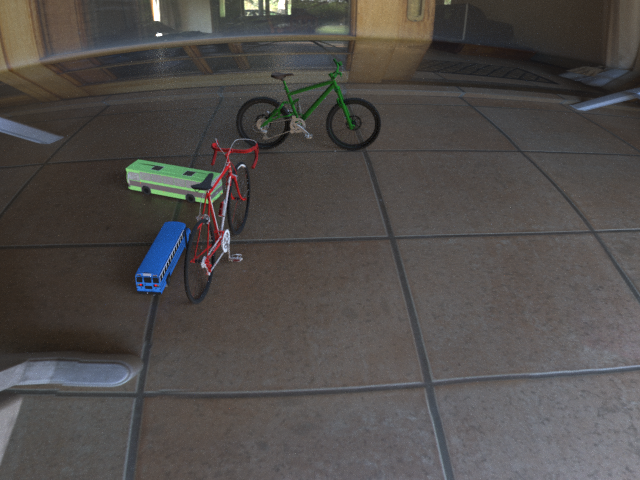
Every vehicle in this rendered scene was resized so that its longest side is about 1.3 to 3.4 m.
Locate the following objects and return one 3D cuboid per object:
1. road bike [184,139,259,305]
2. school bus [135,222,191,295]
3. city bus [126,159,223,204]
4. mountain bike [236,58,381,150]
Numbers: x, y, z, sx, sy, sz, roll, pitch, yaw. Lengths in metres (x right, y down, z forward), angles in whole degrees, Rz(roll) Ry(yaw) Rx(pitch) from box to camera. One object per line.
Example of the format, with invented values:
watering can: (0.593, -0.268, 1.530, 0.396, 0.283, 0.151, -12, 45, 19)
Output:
road bike: (-1.438, -0.390, 10.080, 0.696, 1.656, 3.004, 6, 32, 9)
school bus: (-2.269, 0.196, 10.291, 0.365, 0.434, 1.708, 3, 31, 5)
city bus: (-2.553, -1.007, 12.259, 1.674, 0.460, 0.476, 11, 33, 17)
mountain bike: (-0.228, -2.535, 13.605, 2.857, 1.688, 1.114, 1, 31, 2)
